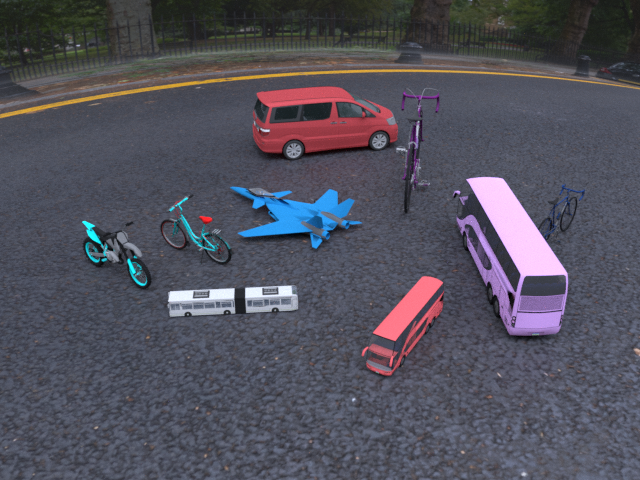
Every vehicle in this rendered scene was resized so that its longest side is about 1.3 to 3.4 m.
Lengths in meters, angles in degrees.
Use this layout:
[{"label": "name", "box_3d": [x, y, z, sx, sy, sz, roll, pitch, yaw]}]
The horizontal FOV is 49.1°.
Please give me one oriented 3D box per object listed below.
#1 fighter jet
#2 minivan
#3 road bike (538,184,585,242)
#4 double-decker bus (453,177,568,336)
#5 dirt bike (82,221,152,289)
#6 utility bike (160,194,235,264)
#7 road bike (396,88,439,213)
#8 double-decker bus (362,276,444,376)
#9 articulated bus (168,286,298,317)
[{"label": "fighter jet", "box_3d": [-0.653, -0.670, 11.880, 2.640, 0.557, 2.229, 24, 37, 36]}, {"label": "minivan", "box_3d": [0.135, -2.504, 14.482, 3.011, 1.197, 1.324, -8, 30, -14]}, {"label": "road bike", "box_3d": [3.740, -0.357, 11.025, 0.358, 0.852, 1.545, 23, 37, 35]}, {"label": "double-decker bus", "box_3d": [2.633, 0.085, 10.037, 0.756, 1.052, 3.251, -1, 29, -3]}, {"label": "dirt bike", "box_3d": [-2.967, 0.155, 10.111, 1.493, 0.857, 0.527, 21, 35, 32]}, {"label": "utility bike", "box_3d": [-1.908, -0.126, 10.518, 1.435, 0.946, 0.535, 17, 33, 27]}, {"label": "road bike", "box_3d": [1.704, -1.695, 12.580, 0.696, 1.656, 3.004, 6, 30, 10]}, {"label": "double-decker bus", "box_3d": [1.088, 1.071, 8.807, 0.389, 0.541, 1.672, 17, 33, 27]}, {"label": "articulated bus", "box_3d": [-1.179, 0.827, 9.497, 1.749, 0.289, 0.311, -2, 29, -4]}]
